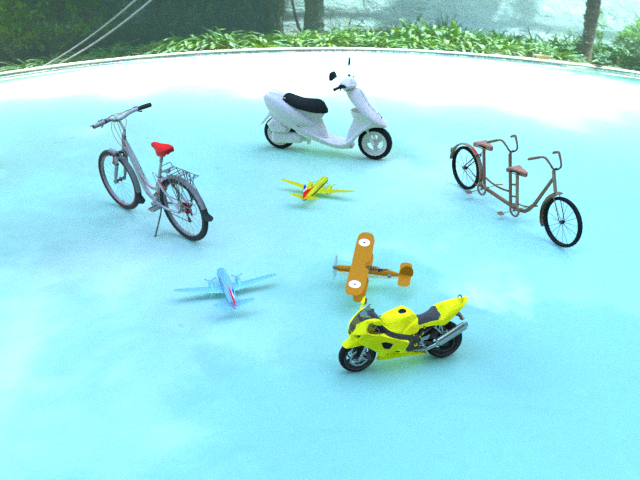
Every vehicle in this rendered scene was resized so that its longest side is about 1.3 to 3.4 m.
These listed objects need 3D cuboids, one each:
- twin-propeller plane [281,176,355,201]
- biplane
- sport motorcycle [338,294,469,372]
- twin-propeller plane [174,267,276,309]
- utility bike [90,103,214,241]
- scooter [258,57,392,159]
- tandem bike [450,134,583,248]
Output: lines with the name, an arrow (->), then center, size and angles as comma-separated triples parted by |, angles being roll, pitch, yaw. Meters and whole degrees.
twin-propeller plane -> -0.080, -0.930, 11.984 | 1.370, 0.407, 1.095 | 11, 30, 19
biplane -> 0.696, 0.438, 9.349 | 1.090, 0.504, 1.336 | 5, 29, 10
sport motorcycle -> 0.941, 1.048, 7.886 | 1.520, 0.821, 0.506 | -7, 29, -13
twin-propeller plane -> -1.219, 0.578, 9.192 | 1.370, 0.407, 1.095 | -9, 30, -15
utility bike -> -2.681, -1.011, 10.627 | 2.791, 1.839, 1.039 | 22, 36, 35
scooter -> 0.082, -2.510, 13.457 | 2.721, 1.786, 1.288 | 9, 30, 15
tandem bike -> 3.049, -1.015, 11.175 | 0.550, 1.326, 3.192 | -13, 31, -23
